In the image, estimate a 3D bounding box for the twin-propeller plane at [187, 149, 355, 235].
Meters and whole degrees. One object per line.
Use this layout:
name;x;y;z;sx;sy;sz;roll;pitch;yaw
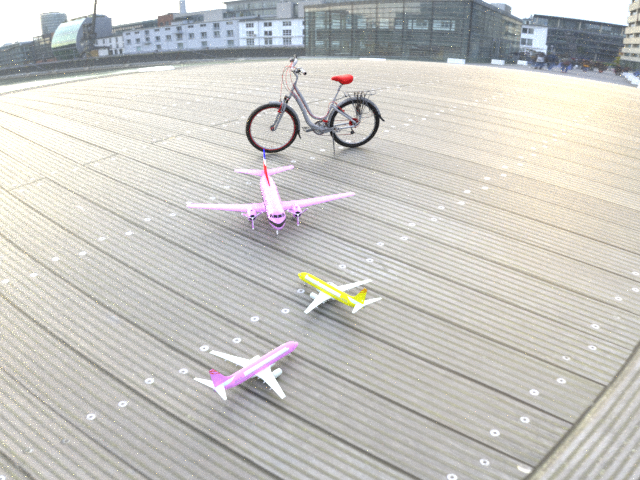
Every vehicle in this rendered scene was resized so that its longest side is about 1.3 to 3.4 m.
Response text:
twin-propeller plane;-0.787;-0.777;11.197;2.663;0.792;2.129;-5;28;-9

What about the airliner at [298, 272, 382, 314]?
airliner;0.148;0.577;8.982;1.161;0.429;1.307;-23;35;-37

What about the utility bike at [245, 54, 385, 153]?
utility bike;-0.049;-2.548;13.467;2.791;1.839;1.039;-5;28;-10

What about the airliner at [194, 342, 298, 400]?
airliner;-0.698;1.303;7.587;1.161;0.429;1.307;23;35;37
